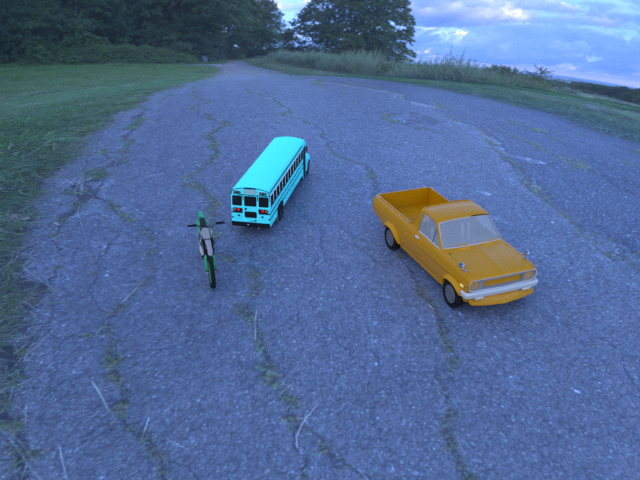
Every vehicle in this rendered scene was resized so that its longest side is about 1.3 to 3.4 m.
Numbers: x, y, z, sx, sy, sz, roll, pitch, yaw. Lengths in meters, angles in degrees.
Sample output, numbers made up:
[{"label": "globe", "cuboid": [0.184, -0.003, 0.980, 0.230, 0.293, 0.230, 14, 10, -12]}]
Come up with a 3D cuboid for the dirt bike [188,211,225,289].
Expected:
[{"label": "dirt bike", "cuboid": [-1.664, 0.072, 10.294, 0.527, 0.857, 1.493, -7, 27, -13]}]

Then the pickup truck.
[{"label": "pickup truck", "cuboid": [1.903, -0.084, 10.459, 1.244, 0.993, 3.117, -9, 28, -18]}]

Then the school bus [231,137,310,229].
[{"label": "school bus", "cuboid": [-0.813, -1.157, 12.828, 0.709, 0.844, 3.322, 5, 26, 10]}]
